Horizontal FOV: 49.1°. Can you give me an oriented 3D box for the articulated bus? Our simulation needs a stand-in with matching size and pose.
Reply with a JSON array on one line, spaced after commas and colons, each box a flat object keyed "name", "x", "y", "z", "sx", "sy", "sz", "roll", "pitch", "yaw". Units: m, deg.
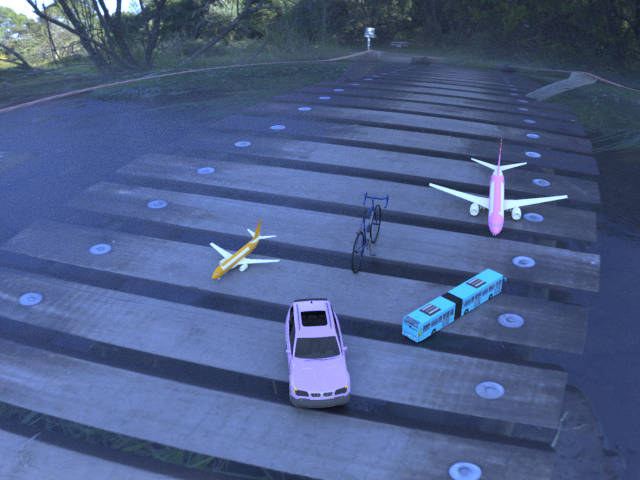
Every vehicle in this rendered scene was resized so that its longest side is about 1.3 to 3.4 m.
[{"name": "articulated bus", "x": 1.700, "y": 0.798, "z": 8.782, "sx": 1.749, "sy": 0.289, "sz": 0.311, "roll": -23, "pitch": 35, "yaw": -37}]

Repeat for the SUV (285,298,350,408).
[{"name": "SUV", "x": -0.052, "y": 1.194, "z": 7.692, "sx": 0.656, "sy": 0.580, "sz": 1.572, "roll": -2, "pitch": 27, "yaw": -5}]

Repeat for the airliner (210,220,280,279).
[{"name": "airliner", "x": -1.155, "y": 0.146, "z": 9.898, "sx": 1.161, "sy": 0.429, "sz": 1.307, "roll": 13, "pitch": 30, "yaw": 24}]

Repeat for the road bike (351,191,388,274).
[{"name": "road bike", "x": 0.679, "y": -0.146, "z": 10.004, "sx": 0.358, "sy": 0.852, "sz": 1.545, "roll": 9, "pitch": 28, "yaw": 17}]

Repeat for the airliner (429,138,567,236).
[{"name": "airliner", "x": 2.909, "y": -0.872, "z": 11.436, "sx": 2.257, "sy": 0.835, "sz": 2.541, "roll": 6, "pitch": 28, "yaw": 12}]
